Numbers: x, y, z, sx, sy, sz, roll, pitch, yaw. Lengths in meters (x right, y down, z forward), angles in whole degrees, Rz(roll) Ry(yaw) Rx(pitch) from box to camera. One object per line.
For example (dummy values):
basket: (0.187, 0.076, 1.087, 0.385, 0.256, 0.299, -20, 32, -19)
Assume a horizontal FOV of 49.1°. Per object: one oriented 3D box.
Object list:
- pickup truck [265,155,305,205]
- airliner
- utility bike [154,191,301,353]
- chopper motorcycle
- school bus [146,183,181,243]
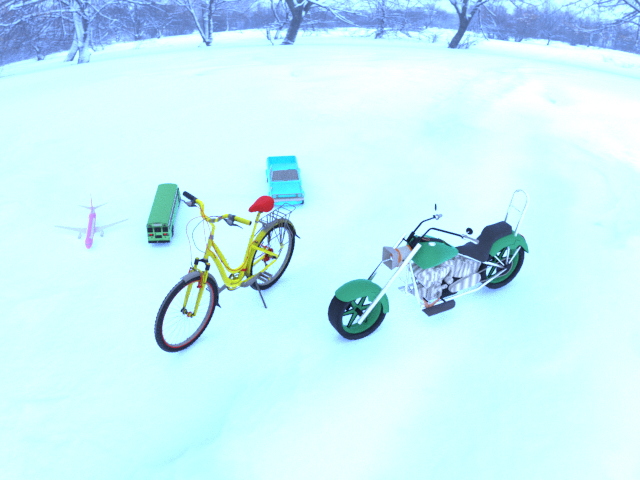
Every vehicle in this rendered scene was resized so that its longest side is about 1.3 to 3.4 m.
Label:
pickup truck: (-0.639, -1.129, 12.498, 0.640, 0.511, 1.603, -3, 30, -5)
airliner: (-3.659, -0.293, 11.138, 1.161, 0.429, 1.307, -6, 31, -10)
utility bike: (-1.023, 0.217, 8.854, 1.039, 1.839, 2.791, 19, 35, 30)
chopper motorcycle: (1.488, 0.293, 9.083, 3.040, 1.480, 0.906, -15, 33, -24)
school bus: (-2.543, -0.493, 11.479, 0.365, 0.434, 1.708, -2, 30, -4)
